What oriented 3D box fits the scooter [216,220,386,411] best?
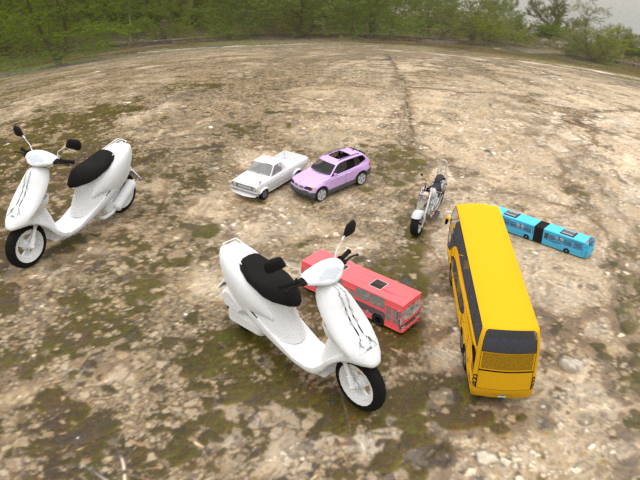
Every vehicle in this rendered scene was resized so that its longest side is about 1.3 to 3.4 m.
[{"bbox_3d":[-0.288,0.658,7.780,1.288,1.786,2.721,-26,38,-37],"label":"scooter"}]

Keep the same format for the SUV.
[{"bbox_3d":[0.198,-1.188,12.255,1.572,0.580,0.656,-24,38,-36],"label":"SUV"}]

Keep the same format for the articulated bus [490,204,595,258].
[{"bbox_3d":[3.305,-0.154,10.728,1.749,0.289,0.311,23,37,35],"label":"articulated bus"}]

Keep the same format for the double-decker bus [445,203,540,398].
[{"bbox_3d":[2.056,0.567,8.684,0.756,1.052,3.251,2,30,4],"label":"double-decker bus"}]

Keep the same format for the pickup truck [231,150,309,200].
[{"bbox_3d":[-0.868,-1.221,12.383,0.640,0.511,1.603,18,34,29],"label":"pickup truck"}]

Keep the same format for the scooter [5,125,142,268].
[{"bbox_3d":[-3.698,-0.862,10.458,1.288,1.786,2.721,15,33,24],"label":"scooter"}]

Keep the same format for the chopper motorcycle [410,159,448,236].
[{"bbox_3d":[1.749,-0.688,11.191,0.466,0.761,1.563,13,32,21],"label":"chopper motorcycle"}]

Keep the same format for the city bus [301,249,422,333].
[{"bbox_3d":[0.507,0.659,9.121,1.674,0.460,0.476,23,37,34],"label":"city bus"}]
